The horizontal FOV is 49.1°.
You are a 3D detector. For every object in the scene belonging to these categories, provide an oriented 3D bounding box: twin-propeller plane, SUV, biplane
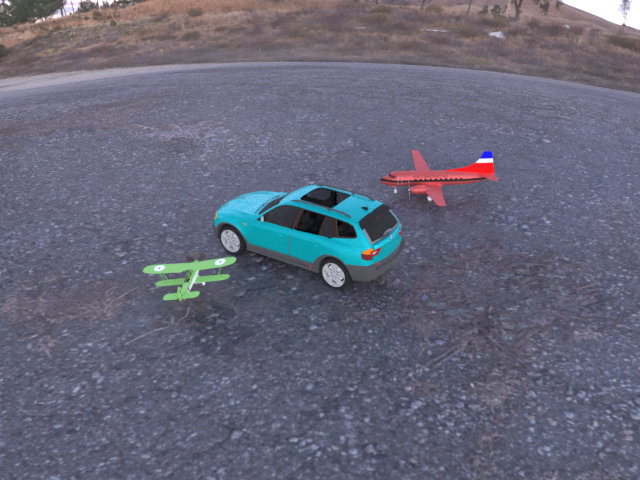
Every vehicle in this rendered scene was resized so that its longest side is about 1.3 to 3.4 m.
[{"bbox_3d":[2.160,-1.241,12.864,2.129,0.792,2.663,-1,28,-3],"label":"twin-propeller plane"},{"bbox_3d":[-0.224,-0.246,10.613,3.058,1.128,1.276,17,32,29],"label":"SUV"},{"bbox_3d":[-1.848,0.554,9.763,1.336,0.504,1.090,2,28,4],"label":"biplane"}]
